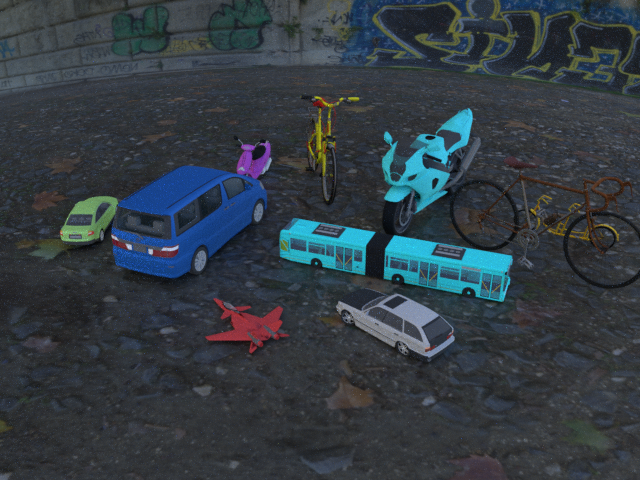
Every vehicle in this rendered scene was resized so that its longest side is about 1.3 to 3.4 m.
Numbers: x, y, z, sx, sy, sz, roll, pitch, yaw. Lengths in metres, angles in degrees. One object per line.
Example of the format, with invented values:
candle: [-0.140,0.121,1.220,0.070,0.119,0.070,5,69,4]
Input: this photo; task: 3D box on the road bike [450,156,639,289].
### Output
road bike: [3.238,-0.337,10.148,3.004,1.656,0.697,20,33,33]

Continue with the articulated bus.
articulated bus: [1.053,0.261,10.182,3.401,0.561,0.605,10,29,19]

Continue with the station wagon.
station wagon: [0.922,0.971,8.902,0.682,0.473,1.597,-24,36,-38]

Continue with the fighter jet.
fighter jet: [-1.034,0.969,9.110,1.147,0.286,1.358,-20,33,-34]

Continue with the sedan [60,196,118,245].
sedan: [-3.783,-0.405,11.556,0.635,0.483,1.613,0,27,1]

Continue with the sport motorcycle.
sport motorcycle: [1.857,-1.191,11.866,0.983,1.596,2.955,17,32,30]

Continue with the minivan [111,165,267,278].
minivan: [-1.926,-0.496,10.956,1.324,1.197,3.011,11,29,21]

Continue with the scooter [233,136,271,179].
scooter: [-1.255,-1.561,13.322,0.662,0.919,1.399,9,29,17]

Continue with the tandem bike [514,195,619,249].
tandem bike: [3.904,-0.296,11.130,1.642,0.682,0.283,15,31,27]

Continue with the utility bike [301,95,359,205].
utility bike: [0.116,-1.887,12.950,1.039,1.839,2.791,-5,28,-9]
